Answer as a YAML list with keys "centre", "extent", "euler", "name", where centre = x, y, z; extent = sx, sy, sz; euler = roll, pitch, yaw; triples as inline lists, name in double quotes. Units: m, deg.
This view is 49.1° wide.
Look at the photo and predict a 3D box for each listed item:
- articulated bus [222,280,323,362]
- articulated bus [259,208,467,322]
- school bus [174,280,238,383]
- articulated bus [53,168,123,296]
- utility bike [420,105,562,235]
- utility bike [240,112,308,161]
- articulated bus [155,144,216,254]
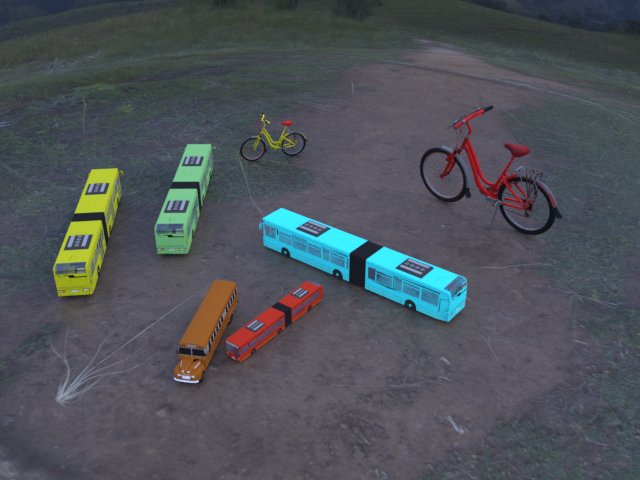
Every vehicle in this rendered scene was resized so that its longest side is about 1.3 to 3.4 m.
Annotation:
- centre: [-0.579, 1.048, 9.311]
  extent: [0.311, 0.289, 1.749]
  euler: [21, 36, 31]
  name: "articulated bus"
- centre: [0.533, 0.298, 10.333]
  extent: [3.401, 0.561, 0.605]
  euler: [22, 36, 32]
  name: "articulated bus"
- centre: [-1.450, 1.152, 8.986]
  extent: [0.365, 0.434, 1.708]
  euler: [5, 30, 9]
  name: "school bus"
- centre: [-3.661, -0.239, 11.260]
  extent: [0.605, 0.561, 3.401]
  euler: [-3, 30, -6]
  name: "articulated bus"
- centre: [2.719, -1.137, 11.535]
  extent: [1.039, 1.839, 2.791]
  euler: [-26, 39, -38]
  name: "utility bike"
- centre: [-0.897, -2.039, 13.984]
  extent: [1.435, 0.946, 0.535]
  euler: [-10, 32, -17]
  name: "utility bike"
- centre: [-2.313, -0.813, 12.251]
  extent: [0.605, 0.561, 3.401]
  euler: [0, 30, -1]
  name: "articulated bus"
